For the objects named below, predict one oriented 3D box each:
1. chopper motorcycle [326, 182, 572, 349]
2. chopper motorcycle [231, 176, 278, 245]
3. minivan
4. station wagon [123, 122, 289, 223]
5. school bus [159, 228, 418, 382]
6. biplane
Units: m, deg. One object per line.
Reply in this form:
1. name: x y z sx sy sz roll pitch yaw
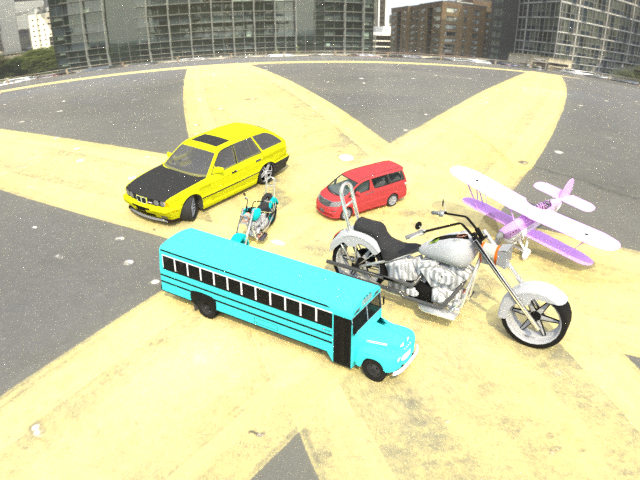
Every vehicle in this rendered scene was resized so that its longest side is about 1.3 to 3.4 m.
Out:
1. chopper motorcycle: 1.474 0.268 8.336 3.040 1.480 0.906 15 31 27
2. chopper motorcycle: -0.961 -0.320 10.228 0.466 0.761 1.563 8 29 16
3. minivan: 0.670 -0.820 11.338 1.548 0.616 0.681 -18 32 -30
4. station wagon: -1.871 -1.245 11.819 1.327 0.920 3.105 18 33 31
5. school bus: -0.430 0.687 8.223 3.322 0.844 0.709 16 32 28
6. biplane: 3.129 -0.341 10.033 2.598 0.981 2.120 24 36 38
